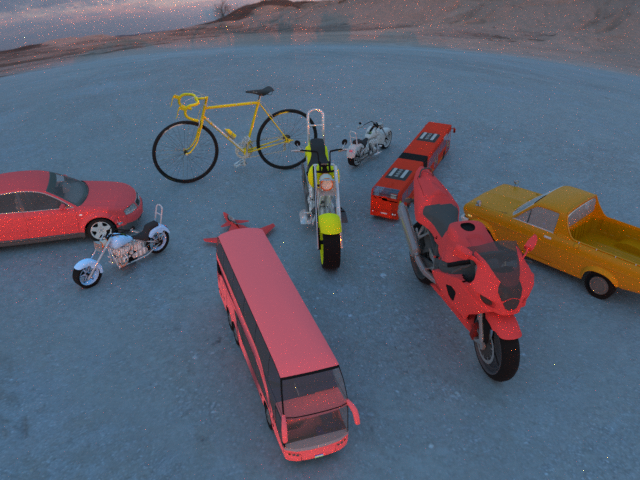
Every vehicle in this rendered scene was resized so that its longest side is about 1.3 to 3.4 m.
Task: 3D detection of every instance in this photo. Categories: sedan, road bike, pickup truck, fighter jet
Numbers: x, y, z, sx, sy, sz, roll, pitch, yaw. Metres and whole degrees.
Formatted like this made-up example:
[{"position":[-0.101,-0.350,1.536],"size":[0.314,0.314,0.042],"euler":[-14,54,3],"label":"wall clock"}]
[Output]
[{"position":[-4.329,-0.525,10.681],"size":[3.137,0.940,1.235],"euler":[-8,30,-13],"label":"sedan"},{"position":[-1.469,-1.891,12.360],"size":[3.004,1.656,0.697],"euler":[-10,31,-16],"label":"road bike"},{"position":[3.563,-0.128,9.929],"size":[1.244,0.993,3.117],"euler":[-26,38,-37],"label":"pickup truck"},{"position":[-1.280,-0.227,10.819],"size":[1.147,0.286,1.358],"euler":[-13,32,-22],"label":"fighter jet"}]

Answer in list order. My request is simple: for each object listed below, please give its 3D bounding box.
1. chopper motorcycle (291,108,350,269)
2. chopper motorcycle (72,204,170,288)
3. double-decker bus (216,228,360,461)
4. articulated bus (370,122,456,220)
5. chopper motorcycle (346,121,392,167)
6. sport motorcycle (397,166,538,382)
[{"position":[0.034,-0.856,10.717],"size":[0.906,1.480,3.040],"euler":[-2,30,-4],"label":"chopper motorcycle"},{"position":[-2.773,0.075,9.807],"size":[0.466,0.761,1.563],"euler":[24,37,35],"label":"chopper motorcycle"},{"position":[-0.509,1.039,7.817],"size":[0.756,1.052,3.251],"euler":[-10,31,-17],"label":"double-decker bus"},{"position":[1.692,-1.311,12.446],"size":[0.605,0.561,3.401],"euler":[12,32,20],"label":"articulated bus"},{"position":[0.967,-1.928,13.331],"size":[0.466,0.761,1.563],"euler":[18,34,28],"label":"chopper motorcycle"},{"position":[1.711,0.324,8.523],"size":[0.983,1.596,2.955],"euler":[-7,30,-12],"label":"sport motorcycle"}]
